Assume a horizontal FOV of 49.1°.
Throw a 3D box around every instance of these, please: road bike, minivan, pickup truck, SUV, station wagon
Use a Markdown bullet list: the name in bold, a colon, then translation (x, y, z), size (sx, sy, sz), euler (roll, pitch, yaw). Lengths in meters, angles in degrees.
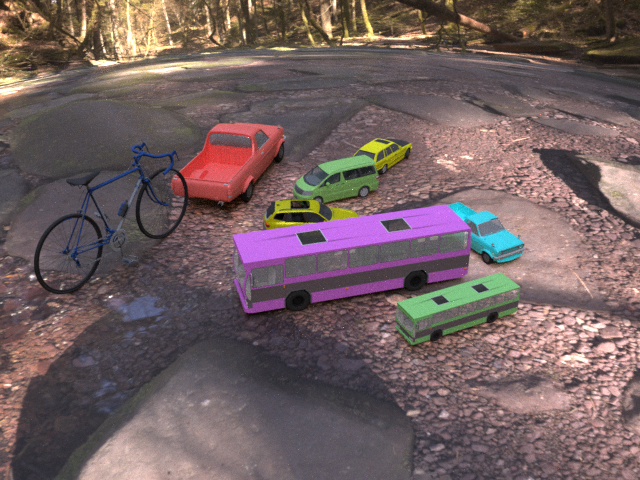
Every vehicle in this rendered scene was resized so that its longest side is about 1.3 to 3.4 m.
- **road bike**: translation (-2.963, -0.406, 10.228), size (0.696, 1.656, 3.004), euler (17, 34, 27)
- **minivan**: translation (0.271, -1.059, 12.449), size (1.548, 0.616, 0.681), euler (-14, 32, -23)
- **pickup truck**: translation (2.470, -0.182, 10.998), size (0.640, 0.511, 1.603), euler (-16, 33, -26)
- **SUV**: translation (-0.129, -0.324, 11.179), size (1.572, 0.580, 0.656), euler (-1, 29, -2)
- **station wagon**: translation (1.238, -1.734, 13.794), size (0.682, 0.473, 1.597), euler (19, 34, 30)
- **pickup truck**: translation (-1.607, -1.562, 12.958), size (1.244, 0.993, 3.117), euler (7, 30, 13)

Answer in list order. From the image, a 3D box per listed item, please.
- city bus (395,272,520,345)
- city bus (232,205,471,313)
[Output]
- **city bus**: translation (1.802, 0.898, 9.131), size (1.674, 0.460, 0.476), euler (-13, 32, -22)
- **city bus**: translation (0.452, 0.267, 9.808), size (3.255, 0.894, 0.926), euler (-8, 30, -15)
